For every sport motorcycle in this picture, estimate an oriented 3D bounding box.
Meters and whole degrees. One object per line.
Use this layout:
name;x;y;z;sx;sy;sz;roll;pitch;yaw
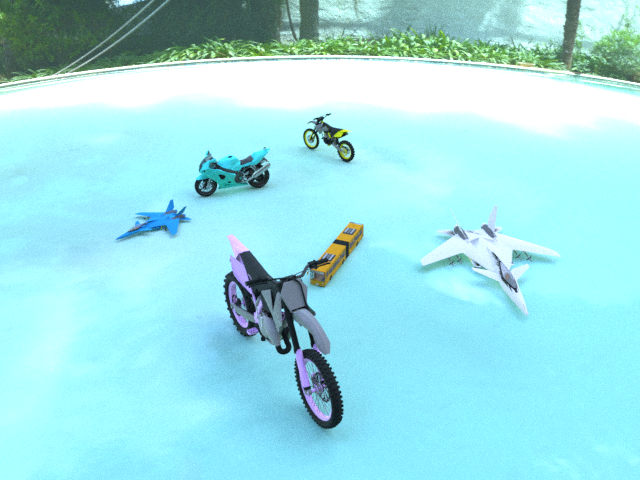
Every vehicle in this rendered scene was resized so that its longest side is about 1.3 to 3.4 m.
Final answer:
sport motorcycle;-1.660;-1.304;13.338;1.520;0.821;0.506;-12;31;-20

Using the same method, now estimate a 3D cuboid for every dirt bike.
dirt bike;-0.516;0.919;8.373;1.024;1.666;2.903;-16;32;-26
dirt bike;0.170;-2.214;14.971;1.493;0.857;0.527;25;37;37

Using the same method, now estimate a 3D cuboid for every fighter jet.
fighter jet;2.704;0.265;10.734;2.229;0.557;2.640;-3;29;-6
fighter jet;-2.944;-0.313;12.079;1.147;0.286;1.358;25;37;38

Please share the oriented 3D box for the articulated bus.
articulated bus;0.287;0.197;11.139;0.311;0.289;1.749;11;31;20
